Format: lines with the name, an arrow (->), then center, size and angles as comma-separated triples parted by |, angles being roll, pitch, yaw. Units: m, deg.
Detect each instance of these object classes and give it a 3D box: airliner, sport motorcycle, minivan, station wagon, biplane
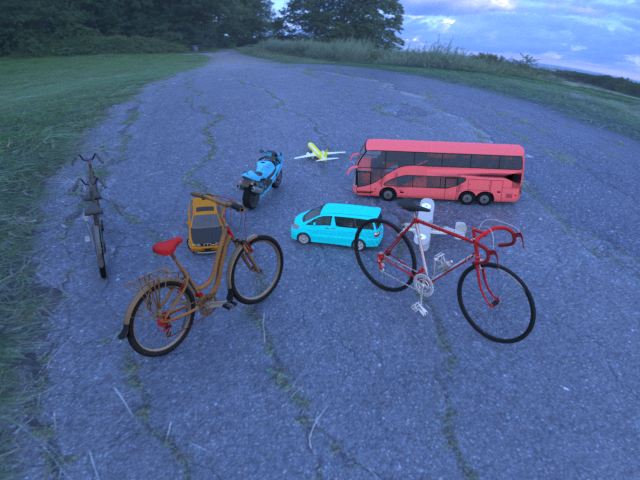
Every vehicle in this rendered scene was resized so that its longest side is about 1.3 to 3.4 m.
airliner -> -0.045, -1.972, 15.115 | 1.161, 0.429, 1.307 | -9, 30, -16
sport motorcycle -> -1.078, -1.170, 13.223 | 0.506, 0.821, 1.520 | 11, 30, 20
minivan -> 0.281, -0.268, 11.773 | 1.548, 0.616, 0.681 | 7, 29, 12
station wagon -> -1.953, -0.309, 11.997 | 0.682, 0.473, 1.597 | -5, 29, -9
biplane -> 1.901, -0.180, 11.727 | 1.090, 0.504, 1.336 | 6, 29, 11

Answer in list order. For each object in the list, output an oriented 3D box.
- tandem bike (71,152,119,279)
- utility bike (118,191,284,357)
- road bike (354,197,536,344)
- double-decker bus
tandem bike -> -3.715, -0.545, 11.539 | 0.550, 1.326, 3.192 | -9, 30, -16
utility bike -> -1.583, 0.352, 9.342 | 1.039, 1.839, 2.791 | 24, 37, 37
road bike -> 1.619, 0.311, 9.611 | 3.004, 1.656, 0.697 | 24, 37, 37
double-decker bus -> 2.160, -1.302, 13.224 | 3.251, 1.052, 0.756 | 3, 29, 6
